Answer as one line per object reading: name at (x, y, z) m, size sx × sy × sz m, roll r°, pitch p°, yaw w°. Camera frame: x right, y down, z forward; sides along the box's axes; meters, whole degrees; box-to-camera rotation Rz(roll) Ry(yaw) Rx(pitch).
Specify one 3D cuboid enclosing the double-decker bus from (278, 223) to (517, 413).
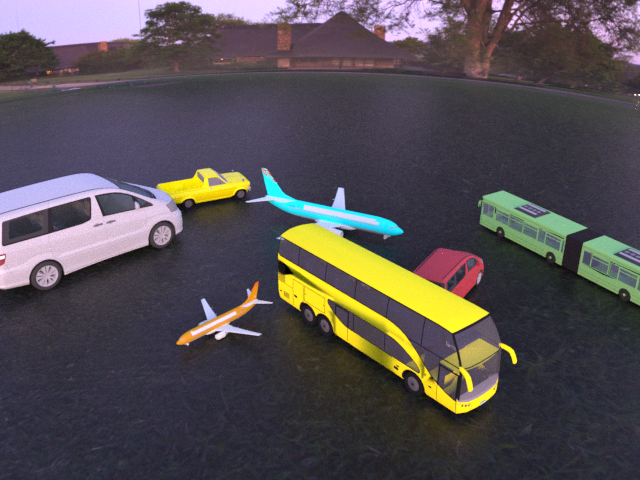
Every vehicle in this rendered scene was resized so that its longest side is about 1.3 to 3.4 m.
double-decker bus at (0.705, 0.822, 8.124) m, size 0.756 × 1.052 × 3.251 m, roll -20°, pitch 33°, yaw -35°

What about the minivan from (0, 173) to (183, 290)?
minivan at (-3.483, -0.294, 10.221) m, size 3.011 × 1.197 × 1.324 m, roll -23°, pitch 34°, yaw -39°

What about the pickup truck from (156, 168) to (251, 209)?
pickup truck at (-2.041, -0.951, 12.329) m, size 1.603 × 0.511 × 0.640 m, roll -12°, pitch 29°, yaw -24°

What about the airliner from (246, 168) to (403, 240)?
airliner at (0.140, -0.575, 11.200) m, size 2.541 × 0.835 × 2.257 m, roll 12°, pitch 29°, yaw 23°

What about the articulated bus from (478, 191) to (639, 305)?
articulated bus at (3.666, 0.085, 10.171) m, size 0.605 × 0.561 × 3.401 m, roll -15°, pitch 30°, yaw -28°

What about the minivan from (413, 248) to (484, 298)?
minivan at (1.692, 0.469, 9.332) m, size 0.681 × 0.616 × 1.548 m, roll 15°, pitch 30°, yaw 28°

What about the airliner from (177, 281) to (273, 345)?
airliner at (-1.230, 0.916, 8.637) m, size 1.307 × 0.429 × 1.161 m, roll -24°, pitch 35°, yaw -39°
